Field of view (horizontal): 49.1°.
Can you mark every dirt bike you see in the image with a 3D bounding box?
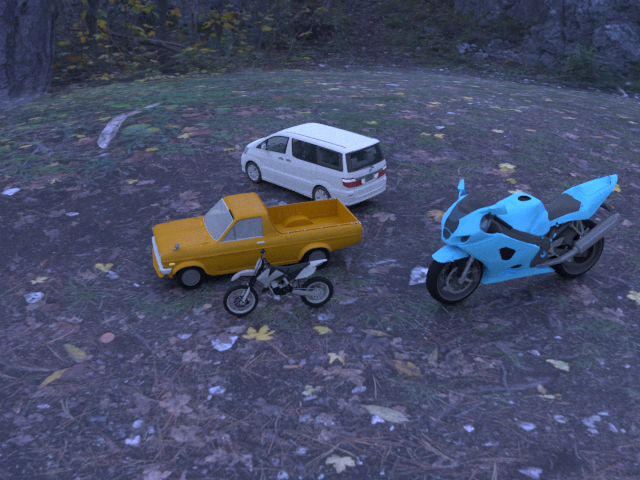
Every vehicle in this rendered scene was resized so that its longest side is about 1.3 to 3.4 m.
[{"bbox_3d":[-0.540,0.578,9.213,1.493,0.857,0.527,-6,27,-12],"label":"dirt bike"}]

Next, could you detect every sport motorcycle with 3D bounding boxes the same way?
[{"bbox_3d":[2.789,-0.038,9.624,2.955,1.596,0.983,-10,28,-20],"label":"sport motorcycle"}]

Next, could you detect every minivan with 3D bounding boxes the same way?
[{"bbox_3d":[-0.201,-1.526,13.083,3.011,1.197,1.324,23,34,38],"label":"minivan"}]

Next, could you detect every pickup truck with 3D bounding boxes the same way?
[{"bbox_3d":[-0.950,-0.130,10.491,3.117,0.993,1.244,-8,28,-16],"label":"pickup truck"}]
